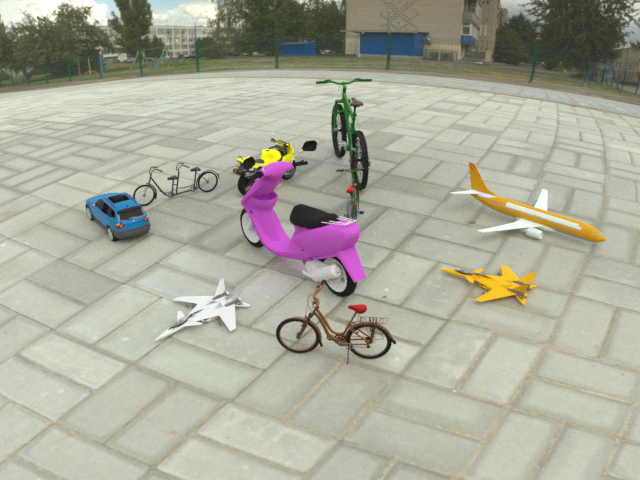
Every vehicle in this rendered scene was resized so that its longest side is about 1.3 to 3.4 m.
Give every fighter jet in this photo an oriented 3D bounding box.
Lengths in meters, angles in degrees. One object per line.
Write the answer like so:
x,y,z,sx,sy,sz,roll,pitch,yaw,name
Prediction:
-1.591,0.931,9.030,1.147,0.286,1.358,21,34,36,fighter jet
2.323,0.509,9.862,1.358,0.286,1.147,15,31,28,fighter jet

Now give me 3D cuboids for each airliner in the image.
3.456,-0.591,11.425,2.541,0.835,2.257,22,34,36,airliner

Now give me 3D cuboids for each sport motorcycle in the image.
-0.974,-1.356,12.947,0.506,0.821,1.520,21,34,35,sport motorcycle

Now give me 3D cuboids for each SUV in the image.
-3.343,-0.491,11.509,0.656,0.580,1.572,-18,32,-32,SUV

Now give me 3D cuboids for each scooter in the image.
-0.344,-0.360,9.918,1.288,1.786,2.721,-21,34,-35,scooter

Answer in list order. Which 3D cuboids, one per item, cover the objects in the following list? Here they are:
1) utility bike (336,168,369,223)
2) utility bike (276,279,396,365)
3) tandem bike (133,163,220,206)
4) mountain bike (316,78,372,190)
0.503,-0.675,11.468,0.535,0.946,1.435,3,27,7,utility bike
0.177,1.009,8.147,1.435,0.946,0.535,3,27,7,utility bike
-2.553,-1.052,12.503,1.642,0.682,0.283,-16,31,-28,tandem bike
0.559,-2.128,13.512,1.114,1.688,2.857,-5,27,-9,mountain bike
